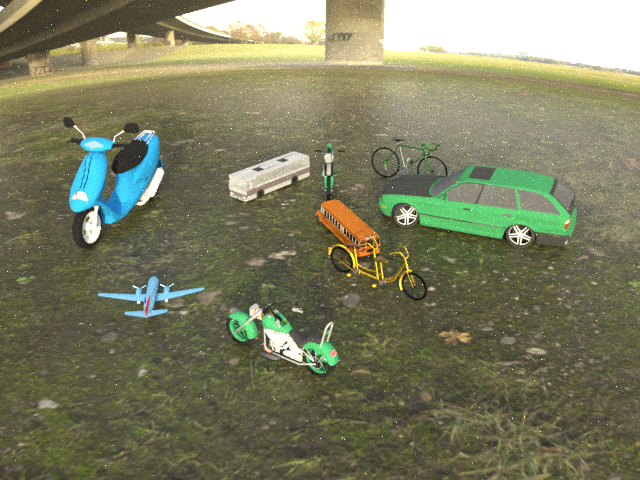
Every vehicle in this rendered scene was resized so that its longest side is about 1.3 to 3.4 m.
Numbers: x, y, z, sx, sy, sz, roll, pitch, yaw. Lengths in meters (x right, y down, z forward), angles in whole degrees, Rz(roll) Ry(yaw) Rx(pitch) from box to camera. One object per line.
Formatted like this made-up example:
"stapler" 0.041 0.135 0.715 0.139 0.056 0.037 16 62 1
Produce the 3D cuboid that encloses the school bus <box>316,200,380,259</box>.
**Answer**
"school bus" 0.394 -0.212 10.877 0.365 0.434 1.708 -11 28 -21

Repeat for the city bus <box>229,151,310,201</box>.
"city bus" -0.897 -1.152 12.739 0.476 0.460 1.674 21 34 36

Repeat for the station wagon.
"station wagon" 2.497 -0.672 11.256 3.105 0.920 1.327 11 28 21

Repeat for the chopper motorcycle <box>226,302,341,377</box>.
"chopper motorcycle" -0.459 1.040 7.991 1.563 0.761 0.466 18 31 31

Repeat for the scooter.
"scooter" -3.243 -1.139 11.222 1.288 1.786 2.721 7 27 14

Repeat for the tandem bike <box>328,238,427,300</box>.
"tandem bike" 0.762 0.316 9.537 1.642 0.682 0.283 20 33 34

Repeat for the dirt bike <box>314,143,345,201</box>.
"dirt bike" 0.170 -1.256 12.502 0.527 0.857 1.493 1 26 1

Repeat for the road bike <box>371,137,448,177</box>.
"road bike" 1.642 -1.467 12.933 1.545 0.852 0.358 15 30 28

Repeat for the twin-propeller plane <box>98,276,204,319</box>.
"twin-propeller plane" -2.201 0.691 9.091 1.370 0.407 1.095 -3 27 -6
